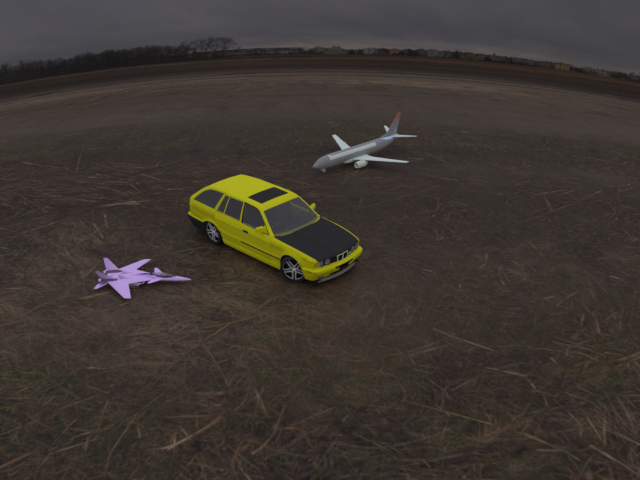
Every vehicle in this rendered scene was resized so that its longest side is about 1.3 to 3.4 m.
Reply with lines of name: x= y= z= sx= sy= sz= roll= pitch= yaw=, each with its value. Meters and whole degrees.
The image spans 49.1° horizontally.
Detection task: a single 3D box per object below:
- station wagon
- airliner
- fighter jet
station wagon: x=-0.761 y=-0.285 z=11.114 sx=3.105 sy=0.920 sz=1.327 roll=23 pitch=35 yaw=38
airliner: x=0.824 y=-2.044 z=14.674 sx=2.541 sy=0.835 sz=2.257 roll=-21 pitch=34 yaw=-35
fighter jet: x=-2.573 y=0.495 z=10.277 sx=1.358 sy=0.286 sz=1.147 roll=1 pitch=27 yaw=2
